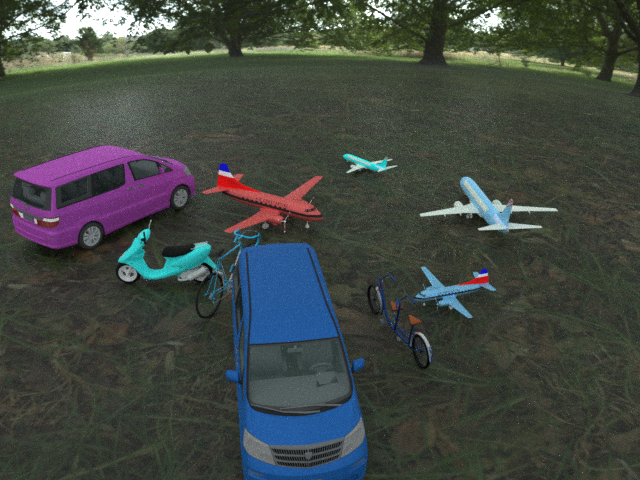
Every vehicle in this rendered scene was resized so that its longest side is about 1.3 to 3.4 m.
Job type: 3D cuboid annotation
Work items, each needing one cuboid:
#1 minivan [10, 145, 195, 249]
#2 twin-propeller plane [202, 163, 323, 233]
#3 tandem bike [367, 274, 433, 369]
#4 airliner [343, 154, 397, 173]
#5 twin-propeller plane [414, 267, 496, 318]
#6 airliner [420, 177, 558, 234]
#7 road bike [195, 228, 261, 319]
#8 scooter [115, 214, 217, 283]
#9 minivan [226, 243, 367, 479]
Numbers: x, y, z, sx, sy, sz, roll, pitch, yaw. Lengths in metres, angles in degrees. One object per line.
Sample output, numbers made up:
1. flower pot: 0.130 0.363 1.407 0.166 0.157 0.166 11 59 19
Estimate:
1. minivan: -3.389 -0.857 11.295 1.324 1.197 3.011 18 32 32
2. twin-propeller plane: -0.855 -0.720 11.473 2.129 0.792 2.663 15 30 28
3. tandem bike: 0.928 0.897 8.376 0.283 0.682 1.642 -10 28 -19
4. airliner: 0.872 -1.568 13.566 1.161 0.429 1.307 -20 33 -34
5. twin-propeller plane: 1.739 0.627 9.220 1.095 0.407 1.370 -8 28 -16
6. airliner: 2.701 -0.739 11.462 2.257 0.835 2.541 -2 27 -5
7. road bike: -1.180 0.402 9.172 0.358 0.852 1.545 13 29 24
8. scooter: -2.118 0.182 9.536 1.399 0.919 0.662 0 27 -1
9. minivan: -0.312 1.175 7.248 1.324 1.197 3.011 -4 27 -8
